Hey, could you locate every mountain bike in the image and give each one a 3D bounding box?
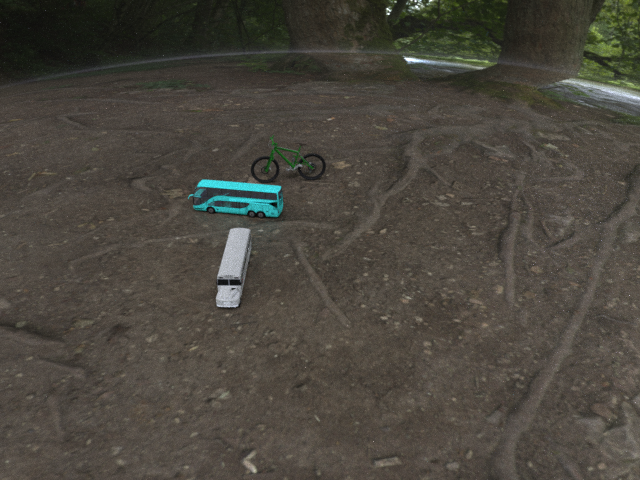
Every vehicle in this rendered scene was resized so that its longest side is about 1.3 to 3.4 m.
[{"bbox_3d":[-0.610,-1.531,13.526,1.469,0.868,0.573,-4,30,-8],"label":"mountain bike"}]

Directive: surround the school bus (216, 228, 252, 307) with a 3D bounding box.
[{"bbox_3d":[-1.293,0.407,10.569,0.365,0.434,1.708,1,30,1],"label":"school bus"}]

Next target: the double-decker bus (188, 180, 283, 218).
[{"bbox_3d":[-1.492,-0.740,12.470,1.672,0.541,0.389,6,30,10],"label":"double-decker bus"}]
